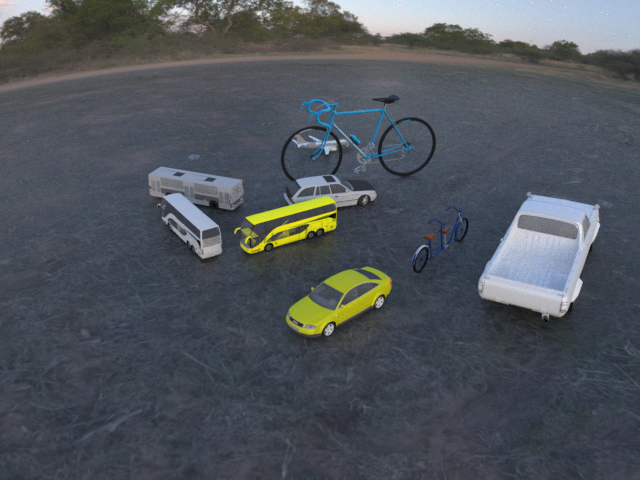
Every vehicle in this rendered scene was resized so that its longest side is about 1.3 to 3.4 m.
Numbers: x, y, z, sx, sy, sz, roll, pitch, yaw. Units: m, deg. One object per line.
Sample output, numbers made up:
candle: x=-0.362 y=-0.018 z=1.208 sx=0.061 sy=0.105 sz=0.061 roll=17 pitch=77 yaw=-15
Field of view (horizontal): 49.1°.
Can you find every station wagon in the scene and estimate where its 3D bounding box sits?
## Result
station wagon: x=0.192 y=-0.855 z=12.185 sx=1.597 sy=0.473 sz=0.682 roll=-8 pitch=29 yaw=-15

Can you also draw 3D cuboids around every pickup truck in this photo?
pickup truck: x=3.183 y=0.064 z=9.899 sx=1.244 sy=0.993 sz=3.117 roll=13 pitch=31 yaw=23

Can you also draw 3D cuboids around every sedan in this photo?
sedan: x=0.261 y=0.749 z=9.152 sx=1.613 sy=0.483 sz=0.635 roll=-24 pitch=36 yaw=-37

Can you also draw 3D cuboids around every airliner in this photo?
airliner: x=0.095 y=-2.086 z=14.550 sx=1.307 sy=0.429 sz=1.161 roll=-9 pitch=29 yaw=-16

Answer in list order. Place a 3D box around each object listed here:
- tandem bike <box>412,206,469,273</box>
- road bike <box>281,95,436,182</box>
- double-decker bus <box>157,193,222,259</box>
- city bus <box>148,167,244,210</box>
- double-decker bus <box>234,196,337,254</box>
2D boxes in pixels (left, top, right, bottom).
tandem bike: x=1.824 y=-0.052 z=10.449 sx=0.283 sy=0.682 sz=1.642 roll=21 pitch=34 yaw=34
road bike: x=0.745 y=-1.842 z=12.784 sx=3.004 sy=1.656 sz=0.697 roll=-7 pitch=29 yaw=-14
double-decker bus: x=-2.055 y=-0.259 z=10.989 sx=0.389 sy=0.541 sz=1.672 roll=-17 pitch=32 yaw=-29
city bus: x=-2.174 y=-0.891 z=12.268 sx=1.674 sy=0.460 sz=0.476 roll=11 pitch=30 yaw=19
double-decker bus: x=-0.502 y=-0.234 z=10.942 sx=1.672 sy=0.541 sz=0.389 roll=-17 pitch=32 yaw=-28
